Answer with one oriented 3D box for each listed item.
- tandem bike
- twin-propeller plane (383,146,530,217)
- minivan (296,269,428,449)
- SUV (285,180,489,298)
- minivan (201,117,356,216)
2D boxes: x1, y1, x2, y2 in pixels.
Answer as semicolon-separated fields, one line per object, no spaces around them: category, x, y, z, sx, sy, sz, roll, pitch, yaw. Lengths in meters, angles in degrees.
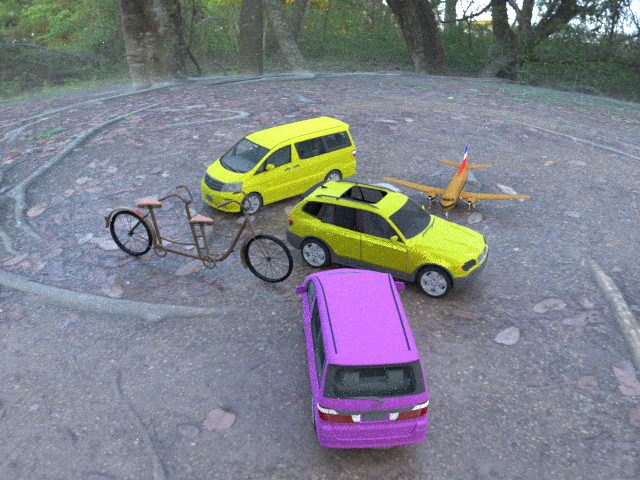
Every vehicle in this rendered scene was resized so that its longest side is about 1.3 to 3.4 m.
tandem bike;-1.862;-0.166;10.332;3.192;1.326;0.550;10;28;19
twin-propeller plane;2.490;-1.085;12.786;2.663;0.792;2.129;9;28;18
minivan;0.412;1.044;8.035;1.324;1.197;3.011;-2;26;-4
SUV;0.974;-0.122;10.464;3.058;1.128;1.276;13;29;24
minivan;-0.757;-1.425;13.017;3.011;1.197;1.324;-19;32;-33
